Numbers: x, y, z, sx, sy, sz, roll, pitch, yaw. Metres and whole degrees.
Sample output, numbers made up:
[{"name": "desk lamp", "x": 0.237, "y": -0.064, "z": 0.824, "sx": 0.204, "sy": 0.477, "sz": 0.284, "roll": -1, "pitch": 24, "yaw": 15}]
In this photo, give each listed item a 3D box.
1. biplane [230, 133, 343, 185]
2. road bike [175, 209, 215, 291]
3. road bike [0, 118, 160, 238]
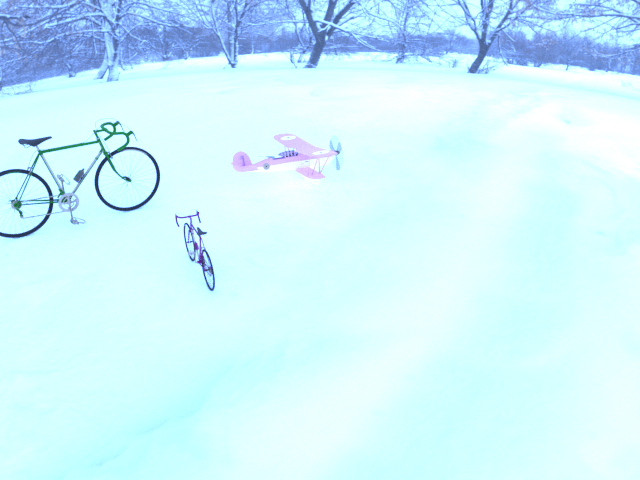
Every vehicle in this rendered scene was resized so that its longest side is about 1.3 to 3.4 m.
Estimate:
[{"name": "biplane", "x": -0.613, "y": -1.484, "z": 13.096, "sx": 2.120, "sy": 0.981, "sz": 2.598, "roll": -10, "pitch": 29, "yaw": -20}, {"name": "road bike", "x": -1.763, "y": 0.111, "z": 10.090, "sx": 0.358, "sy": 0.852, "sz": 1.545, "roll": -12, "pitch": 29, "yaw": -22}, {"name": "road bike", "x": -4.058, "y": -1.026, "z": 11.446, "sx": 3.004, "sy": 1.656, "sz": 0.697, "roll": -17, "pitch": 31, "yaw": -30}]
